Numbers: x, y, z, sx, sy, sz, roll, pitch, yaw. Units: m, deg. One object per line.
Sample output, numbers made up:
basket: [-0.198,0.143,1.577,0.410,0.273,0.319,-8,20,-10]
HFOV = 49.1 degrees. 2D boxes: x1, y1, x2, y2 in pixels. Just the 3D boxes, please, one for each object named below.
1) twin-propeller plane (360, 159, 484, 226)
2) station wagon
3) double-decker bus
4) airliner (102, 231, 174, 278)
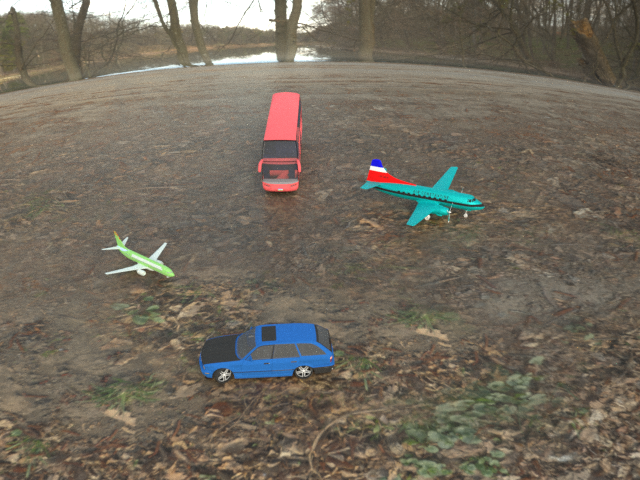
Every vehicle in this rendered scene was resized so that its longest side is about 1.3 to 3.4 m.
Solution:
twin-propeller plane: [1.800,-0.887,12.094,2.129,0.792,2.663,12,30,22]
station wagon: [-0.637,1.302,8.338,1.597,0.473,0.682,-2,28,-4]
double-decker bus: [-0.718,-1.966,13.836,0.756,1.052,3.251,0,28,0]
airliner: [-2.631,0.225,10.399,1.307,0.429,1.161,19,34,32]
